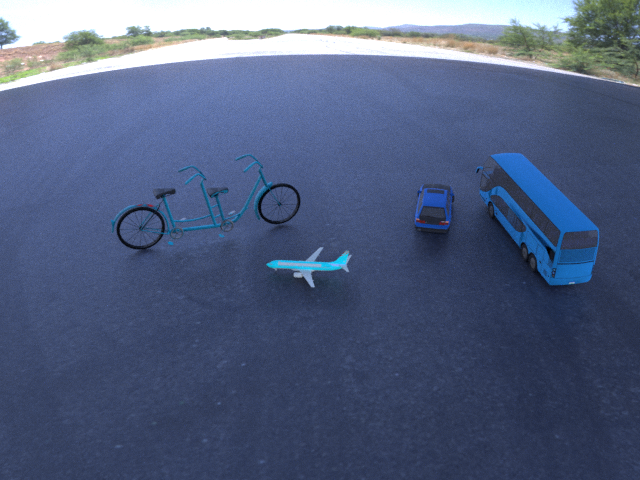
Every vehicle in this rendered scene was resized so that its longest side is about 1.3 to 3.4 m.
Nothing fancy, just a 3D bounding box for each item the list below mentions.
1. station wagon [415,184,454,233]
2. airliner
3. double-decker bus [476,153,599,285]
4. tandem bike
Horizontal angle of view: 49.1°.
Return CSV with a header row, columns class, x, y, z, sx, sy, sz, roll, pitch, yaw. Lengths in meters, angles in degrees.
class,x,y,z,sx,sy,sz,roll,pitch,yaw
station wagon,2.038,-0.669,12.427,0.682,0.473,1.597,6,30,10
airliner,-0.183,0.315,10.754,1.307,0.429,1.161,3,30,6
double-decker bus,3.467,-0.471,11.499,0.756,1.052,3.251,-4,30,-7
tandem bike,-1.826,-0.634,11.508,3.192,1.326,0.550,-11,32,-18
